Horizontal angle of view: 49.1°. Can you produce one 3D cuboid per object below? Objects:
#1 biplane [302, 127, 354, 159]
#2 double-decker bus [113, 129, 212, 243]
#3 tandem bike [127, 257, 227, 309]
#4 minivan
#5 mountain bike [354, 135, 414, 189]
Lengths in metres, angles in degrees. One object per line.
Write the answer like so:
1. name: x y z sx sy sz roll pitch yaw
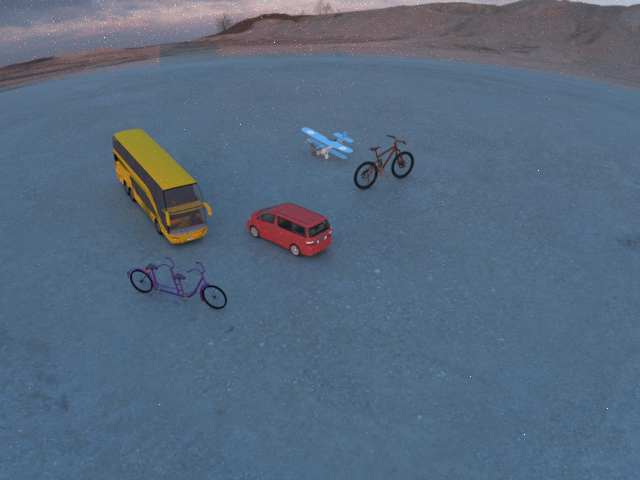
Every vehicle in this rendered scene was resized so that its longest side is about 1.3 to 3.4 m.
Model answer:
1. biplane: 0.249 -2.042 14.900 1.336 0.504 1.090 22 36 34
2. double-decker bus: -2.903 -0.995 12.476 0.756 1.052 3.251 -16 33 -26
3. tandem bike: -2.076 0.582 10.045 1.642 0.682 0.283 10 31 18
4. minivan: -0.541 -0.253 11.601 1.548 0.616 0.681 23 37 35
5. mountain bike: 1.261 -1.496 13.556 1.469 0.868 0.573 -18 34 -29
